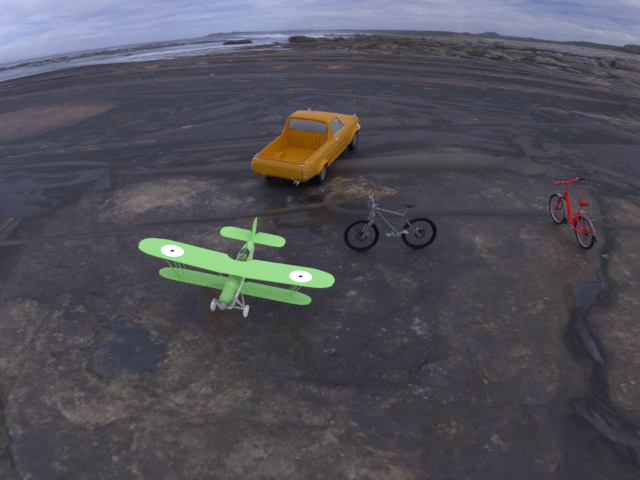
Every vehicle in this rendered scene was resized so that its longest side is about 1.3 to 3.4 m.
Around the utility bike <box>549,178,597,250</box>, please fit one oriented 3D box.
[{"bbox_3d":[4.017,-0.474,11.221,0.535,0.946,1.435,-6,30,-11],"label":"utility bike"}]

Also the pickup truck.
[{"bbox_3d":[-0.202,-1.964,13.836,1.244,0.993,3.117,11,31,19],"label":"pickup truck"}]

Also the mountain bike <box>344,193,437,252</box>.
[{"bbox_3d":[1.098,-0.226,10.857,1.469,0.868,0.573,-2,29,-4],"label":"mountain bike"}]

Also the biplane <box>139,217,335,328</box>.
[{"bbox_3d":[-1.060,0.385,9.650,2.598,0.981,2.120,3,29,6],"label":"biplane"}]
